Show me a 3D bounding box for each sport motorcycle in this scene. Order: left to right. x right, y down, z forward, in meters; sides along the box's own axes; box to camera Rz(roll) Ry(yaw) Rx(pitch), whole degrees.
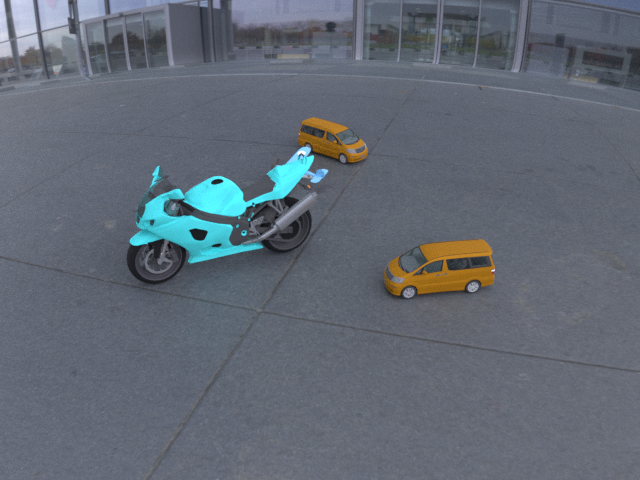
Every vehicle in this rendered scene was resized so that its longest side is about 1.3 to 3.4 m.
[{"bbox_3d":[-1.406,-0.326,10.277,2.955,1.596,0.983,-14,32,-24],"label":"sport motorcycle"}]

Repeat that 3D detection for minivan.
[{"bbox_3d":[0.271,-2.073,14.526,1.548,0.616,0.681,22,36,35],"label":"minivan"},{"bbox_3d":[1.691,0.389,9.986,1.548,0.616,0.681,-4,29,-8],"label":"minivan"}]

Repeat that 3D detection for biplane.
[{"bbox_3d":[-0.407,-1.265,13.153,1.090,0.504,1.336,14,31,24],"label":"biplane"}]
